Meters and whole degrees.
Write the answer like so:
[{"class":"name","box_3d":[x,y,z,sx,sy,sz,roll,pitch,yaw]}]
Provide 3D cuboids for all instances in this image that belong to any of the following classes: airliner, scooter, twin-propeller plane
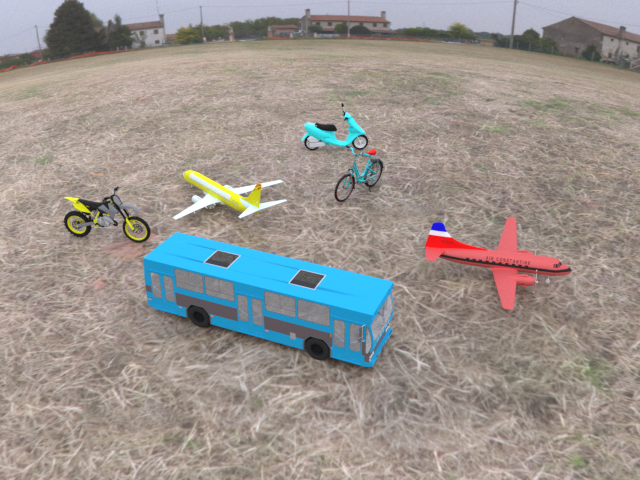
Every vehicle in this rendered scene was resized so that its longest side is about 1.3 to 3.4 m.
[{"class":"airliner","box_3d":[-1.745,-0.987,12.293,2.257,0.835,2.541,-23,37,-35]},{"class":"scooter","box_3d":[0.314,-2.302,14.527,1.399,0.919,0.662,-1,30,-2]},{"class":"twin-propeller plane","box_3d":[2.601,0.196,10.252,2.129,0.792,2.663,7,30,12]}]

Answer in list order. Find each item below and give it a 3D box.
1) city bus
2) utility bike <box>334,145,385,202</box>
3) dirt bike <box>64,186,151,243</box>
[{"class":"city bus","box_3d":[-0.705,0.760,9.153,3.255,0.894,0.926,12,32,20]},{"class":"utility bike","box_3d":[0.776,-1.254,12.652,0.535,0.946,1.435,23,37,35]},{"class":"dirt bike","box_3d":[-3.437,-0.384,11.208,1.493,0.857,0.527,6,30,10]}]
